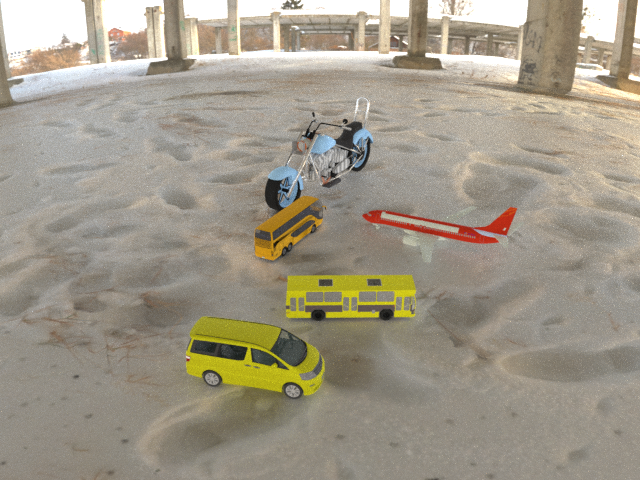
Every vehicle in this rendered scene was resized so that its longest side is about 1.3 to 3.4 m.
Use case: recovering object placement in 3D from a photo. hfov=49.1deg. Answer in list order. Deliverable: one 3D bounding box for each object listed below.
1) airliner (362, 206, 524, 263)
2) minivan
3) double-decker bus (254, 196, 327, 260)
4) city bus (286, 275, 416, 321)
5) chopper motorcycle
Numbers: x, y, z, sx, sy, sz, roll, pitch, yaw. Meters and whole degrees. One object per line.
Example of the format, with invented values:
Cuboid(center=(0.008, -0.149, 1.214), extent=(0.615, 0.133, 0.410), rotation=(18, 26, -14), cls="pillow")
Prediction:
Cuboid(center=(1.819, -0.351, 10.980), extent=(2.541, 0.835, 2.257), rotation=(13, 29, 25), cls="airliner")
Cuboid(center=(-0.719, 1.295, 7.890), extent=(1.548, 0.616, 0.681), rotation=(6, 27, 12), cls="minivan")
Cuboid(center=(-0.456, -0.226, 11.059), extent=(0.389, 0.541, 1.672), rotation=(13, 29, 25), cls="double-decker bus")
Cuboid(center=(0.395, 0.756, 9.159), extent=(1.674, 0.460, 0.476), rotation=(0, 26, -1), cls="city bus")
Cuboid(center=(0.042, -1.608, 12.801), extent=(0.906, 1.480, 3.040), rotation=(18, 31, 32), cls="chopper motorcycle")
